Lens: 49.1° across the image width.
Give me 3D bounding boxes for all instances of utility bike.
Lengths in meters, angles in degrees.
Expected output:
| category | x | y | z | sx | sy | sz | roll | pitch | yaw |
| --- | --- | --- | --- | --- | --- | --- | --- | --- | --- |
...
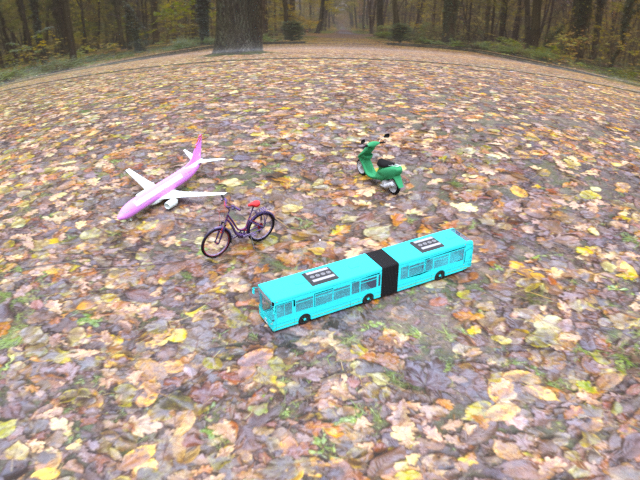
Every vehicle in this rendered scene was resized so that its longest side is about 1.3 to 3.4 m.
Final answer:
| category | x | y | z | sx | sy | sz | roll | pitch | yaw |
| --- | --- | --- | --- | --- | --- | --- | --- | --- | --- |
| utility bike | -1.235 | -0.250 | 11.029 | 1.435 | 0.946 | 0.535 | -22 | 36 | -32 |

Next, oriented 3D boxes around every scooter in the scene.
| category | x | y | z | sx | sy | sz | roll | pitch | yaw |
| --- | --- | --- | --- | --- | --- | --- | --- | --- | --- |
| scooter | 1.114 | -1.459 | 13.147 | 0.662 | 0.919 | 1.399 | -18 | 34 | -28 |

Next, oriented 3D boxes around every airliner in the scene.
| category | x | y | z | sx | sy | sz | roll | pitch | yaw |
| --- | --- | --- | --- | --- | --- | --- | --- | --- | --- |
| airliner | -2.822 | -1.124 | 12.652 | 2.257 | 0.835 | 2.541 | 15 | 33 | 23 |

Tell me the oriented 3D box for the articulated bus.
| category | x | y | z | sx | sy | sz | roll | pitch | yaw |
| --- | --- | --- | --- | --- | --- | --- | --- | --- | --- |
| articulated bus | 0.712 | 0.521 | 10.080 | 3.401 | 0.561 | 0.605 | -15 | 33 | -24 |
